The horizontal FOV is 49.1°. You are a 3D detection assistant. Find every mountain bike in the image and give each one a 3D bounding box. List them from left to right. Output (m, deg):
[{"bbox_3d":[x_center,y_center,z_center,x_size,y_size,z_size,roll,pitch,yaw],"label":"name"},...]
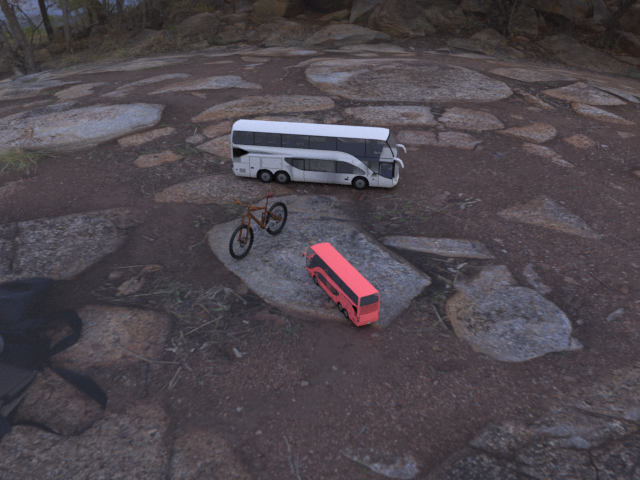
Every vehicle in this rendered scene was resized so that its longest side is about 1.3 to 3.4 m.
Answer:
[{"bbox_3d":[-0.958,-0.295,11.002,0.573,0.868,1.469,18,34,28],"label":"mountain bike"}]

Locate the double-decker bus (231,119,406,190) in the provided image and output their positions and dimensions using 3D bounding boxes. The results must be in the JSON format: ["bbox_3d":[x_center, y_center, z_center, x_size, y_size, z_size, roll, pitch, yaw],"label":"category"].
[{"bbox_3d":[-0.039,-1.606,13.104,3.251,1.052,0.756,5,30,8],"label":"double-decker bus"}]

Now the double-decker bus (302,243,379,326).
[{"bbox_3d":[0.279,0.571,9.820,0.389,0.541,1.672,-14,33,-23],"label":"double-decker bus"}]
